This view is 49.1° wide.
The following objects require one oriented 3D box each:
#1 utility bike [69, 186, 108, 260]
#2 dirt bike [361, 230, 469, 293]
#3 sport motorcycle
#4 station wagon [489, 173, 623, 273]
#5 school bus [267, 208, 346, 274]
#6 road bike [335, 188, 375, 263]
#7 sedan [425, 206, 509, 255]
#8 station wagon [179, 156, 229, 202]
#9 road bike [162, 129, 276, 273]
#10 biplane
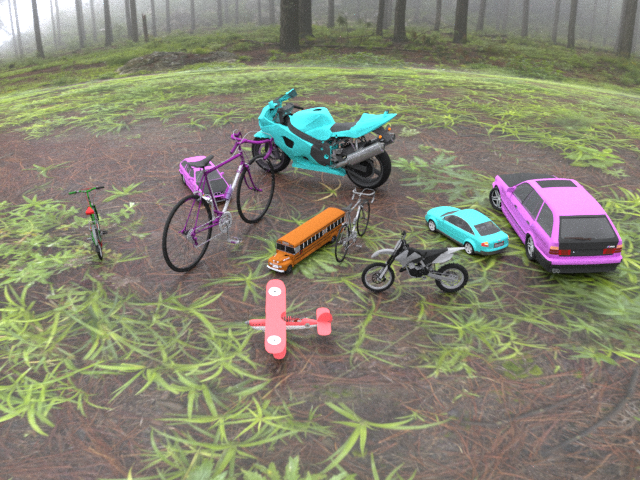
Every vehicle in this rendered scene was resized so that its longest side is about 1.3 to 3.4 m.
[{"bbox_3d":[-3.551,-0.305,10.853,0.535,0.946,1.435,-8,28,-16],"label":"utility bike"},{"bbox_3d":[1.322,0.357,9.659,1.493,0.857,0.527,0,27,0],"label":"dirt bike"},{"bbox_3d":[0.004,-1.868,13.187,2.955,1.596,0.983,12,29,21],"label":"sport motorcycle"},{"bbox_3d":[3.721,-0.520,11.299,1.327,0.920,3.105,-2,27,-3],"label":"station wagon"},{"bbox_3d":[-0.194,-0.004,10.826,0.365,0.434,1.708,17,32,30],"label":"school bus"},{"bbox_3d":[0.522,-0.266,10.878,0.358,0.852,1.545,11,29,20],"label":"road bike"},{"bbox_3d":[2.327,-0.235,11.222,0.635,0.483,1.613,-15,31,-26],"label":"sedan"},{"bbox_3d":[-2.153,-1.163,13.042,0.682,0.473,1.597,-12,30,-22],"label":"station wagon"},{"bbox_3d":[-1.487,-0.685,10.814,0.696,1.656,3.004,13,30,24],"label":"road bike"},{"bbox_3d":[-0.390,1.043,8.707,1.090,0.504,1.336,-1,27,-2],"label":"biplane"}]
